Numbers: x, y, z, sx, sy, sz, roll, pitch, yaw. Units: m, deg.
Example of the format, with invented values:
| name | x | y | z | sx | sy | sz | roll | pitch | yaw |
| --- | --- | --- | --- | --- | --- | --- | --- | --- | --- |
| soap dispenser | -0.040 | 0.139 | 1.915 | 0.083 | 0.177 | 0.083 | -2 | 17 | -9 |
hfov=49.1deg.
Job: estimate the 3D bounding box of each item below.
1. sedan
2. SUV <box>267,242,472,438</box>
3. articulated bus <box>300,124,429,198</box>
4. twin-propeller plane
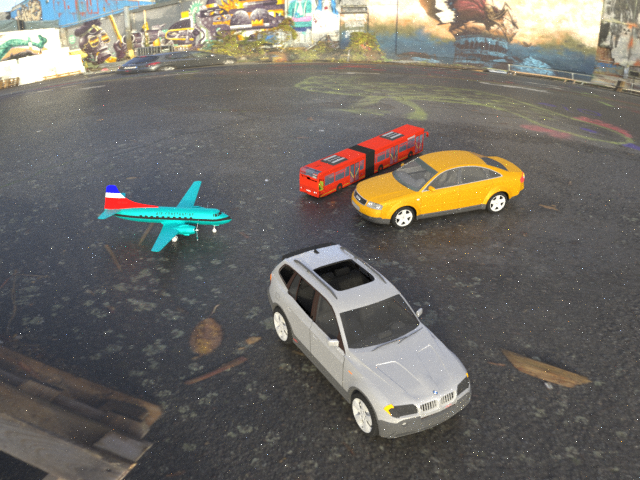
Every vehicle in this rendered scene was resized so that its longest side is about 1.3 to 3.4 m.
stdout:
| name | x | y | z | sx | sy | sz | roll | pitch | yaw |
| --- | --- | --- | --- | --- | --- | --- | --- | --- | --- |
| sedan | 2.075 | -0.994 | 12.267 | 3.137 | 0.940 | 1.235 | -9 | 29 | -17 |
| SUV | 0.464 | 1.025 | 8.239 | 1.276 | 1.128 | 3.058 | -15 | 31 | -26 |
| articulated bus | 0.926 | -1.607 | 13.835 | 0.605 | 0.561 | 3.401 | 23 | 35 | 36 |
| twin-propeller plane | -2.509 | -0.507 | 11.502 | 2.129 | 0.792 | 2.663 | 2 | 28 | 4 |
